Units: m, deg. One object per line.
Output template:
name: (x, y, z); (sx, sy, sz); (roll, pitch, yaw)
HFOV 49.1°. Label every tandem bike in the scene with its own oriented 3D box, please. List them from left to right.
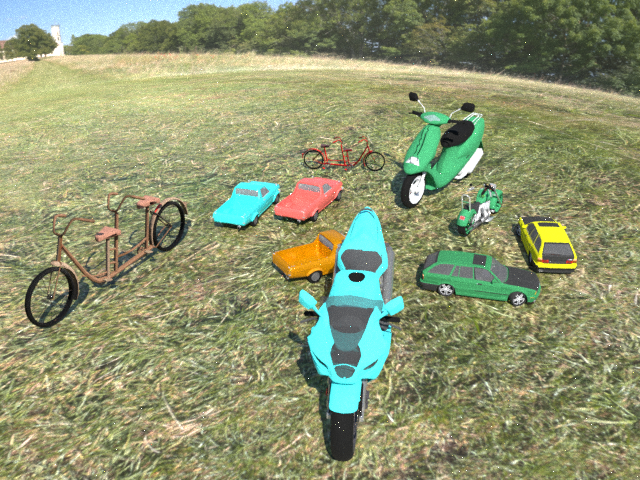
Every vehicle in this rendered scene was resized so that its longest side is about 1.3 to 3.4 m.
tandem bike: (-2.798, -0.007, 9.541); (0.550, 1.326, 3.192); (13, 29, 24)
tandem bike: (0.456, -1.687, 13.674); (1.642, 0.682, 0.283); (3, 26, 5)

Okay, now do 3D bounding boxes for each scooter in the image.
scooter: (2.252, -1.732, 12.519); (1.288, 1.786, 2.721); (20, 32, 34)

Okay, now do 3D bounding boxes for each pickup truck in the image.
pickup truck: (-1.208, -0.662, 11.791); (0.640, 0.511, 1.603); (8, 27, 17)
pickup truck: (-0.168, -0.751, 11.972); (0.640, 0.511, 1.603); (12, 29, 23)
pickup truck: (0.128, 0.176, 10.091); (1.603, 0.511, 0.640); (-14, 30, -26)

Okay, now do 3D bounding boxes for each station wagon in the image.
station wagon: (2.185, 0.477, 9.523); (1.597, 0.473, 0.682); (7, 27, 14)
station wagon: (3.408, -0.037, 10.566); (0.682, 0.473, 1.597); (2, 26, 4)

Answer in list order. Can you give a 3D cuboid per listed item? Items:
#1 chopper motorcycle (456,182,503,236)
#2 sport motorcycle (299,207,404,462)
chopper motorcycle: (2.641, -0.605, 11.393); (0.466, 0.761, 1.563); (18, 31, 31)
sport motorcycle: (0.382, 0.875, 7.448); (0.983, 1.596, 2.955); (3, 26, 7)
